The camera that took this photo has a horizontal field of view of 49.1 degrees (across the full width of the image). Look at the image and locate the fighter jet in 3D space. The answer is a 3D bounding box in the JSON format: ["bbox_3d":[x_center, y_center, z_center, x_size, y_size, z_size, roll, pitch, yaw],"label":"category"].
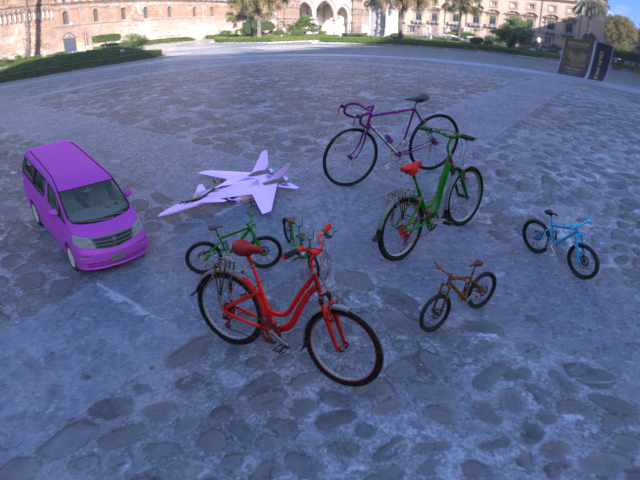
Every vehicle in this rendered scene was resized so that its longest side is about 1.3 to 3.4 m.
[{"bbox_3d":[-1.774,-0.961,12.714,2.640,0.557,2.229,-21,36,-33],"label":"fighter jet"}]

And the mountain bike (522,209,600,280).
[{"bbox_3d":[3.674,-0.004,10.695,0.573,0.868,1.469,-17,34,-28],"label":"mountain bike"}]

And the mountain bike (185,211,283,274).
[{"bbox_3d":[-1.296,0.094,10.520,1.469,0.868,0.573,-5,30,-9],"label":"mountain bike"}]

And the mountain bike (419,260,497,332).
[{"bbox_3d":[1.891,0.698,9.447,1.469,0.868,0.573,-20,35,-32],"label":"mountain bike"}]

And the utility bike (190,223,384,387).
[{"bbox_3d":[-0.428,0.664,8.517,2.791,1.839,1.039,16,33,26],"label":"utility bike"}]

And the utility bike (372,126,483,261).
[{"bbox_3d":[1.729,-0.820,11.154,2.791,1.839,1.039,-25,38,-37],"label":"utility bike"}]

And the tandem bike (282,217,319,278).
[{"bbox_3d":[-0.312,-0.012,10.898,0.283,0.682,1.642,-11,31,-18],"label":"tandem bike"}]

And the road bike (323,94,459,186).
[{"bbox_3d":[1.412,-1.951,13.353,3.004,1.656,0.697,-13,32,-21],"label":"road bike"}]

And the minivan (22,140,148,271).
[{"bbox_3d":[-3.914,-0.618,11.451,1.324,1.197,3.011,-20,35,-31],"label":"minivan"}]
